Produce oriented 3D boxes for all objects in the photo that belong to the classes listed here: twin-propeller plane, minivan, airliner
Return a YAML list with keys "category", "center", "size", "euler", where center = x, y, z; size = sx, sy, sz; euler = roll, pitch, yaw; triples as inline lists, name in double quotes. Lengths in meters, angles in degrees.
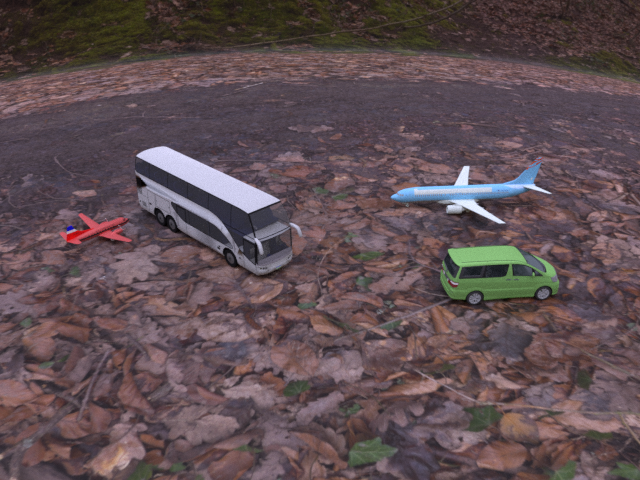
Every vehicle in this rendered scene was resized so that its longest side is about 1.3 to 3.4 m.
- category: "twin-propeller plane"
  center: [-3.383, -0.191, 10.693]
  size: [1.370, 0.407, 1.095]
  euler: [23, 36, 35]
- category: "minivan"
  center: [2.420, 0.428, 9.351]
  size: [1.548, 0.616, 0.681]
  euler: [-3, 29, -6]
- category: "airliner"
  center: [2.448, -0.952, 11.633]
  size: [2.541, 0.835, 2.257]
  euler: [-2, 29, -3]

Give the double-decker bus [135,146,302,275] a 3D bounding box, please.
- category: "double-decker bus"
  center: [-1.647, -0.478, 10.546]
  size: [0.756, 1.052, 3.251]
  euler: [-25, 38, -38]
